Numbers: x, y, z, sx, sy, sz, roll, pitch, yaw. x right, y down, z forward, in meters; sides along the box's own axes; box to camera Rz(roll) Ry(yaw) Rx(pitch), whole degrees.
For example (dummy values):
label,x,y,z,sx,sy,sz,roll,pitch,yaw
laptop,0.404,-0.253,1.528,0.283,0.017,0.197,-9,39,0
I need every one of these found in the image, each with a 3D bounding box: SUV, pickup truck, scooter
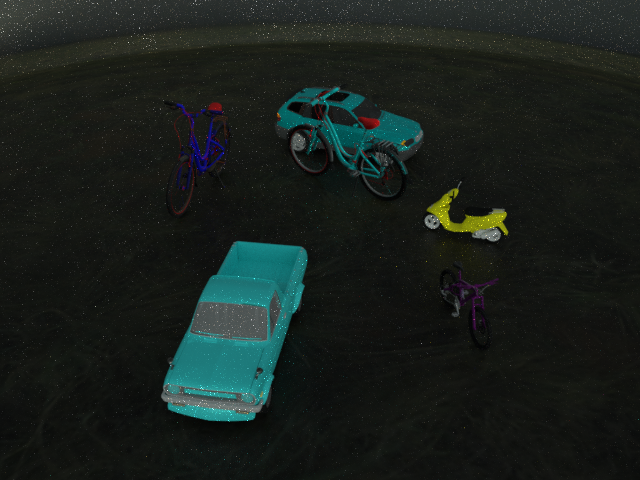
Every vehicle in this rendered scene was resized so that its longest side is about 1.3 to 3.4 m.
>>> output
label,x,y,z,sx,sy,sz,roll,pitch,yaw
SUV,0.586,-2.375,14.275,3.058,1.128,1.276,12,33,20
pickup truck,-0.966,0.927,8.863,1.244,0.993,3.117,5,31,8
scooter,2.348,-0.456,11.258,1.399,0.919,0.662,13,33,21

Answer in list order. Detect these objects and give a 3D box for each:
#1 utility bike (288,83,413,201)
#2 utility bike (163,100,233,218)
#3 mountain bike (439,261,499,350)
label,x,y,z,sx,sy,sz,roll,pitch,yaw
utility bike,0.420,-1.701,12.448,2.791,1.839,1.039,22,37,32
utility bike,-2.012,-1.638,12.343,1.039,1.839,2.791,8,32,13
mountain bike,1.917,0.774,9.243,0.573,0.868,1.469,-8,32,-13
